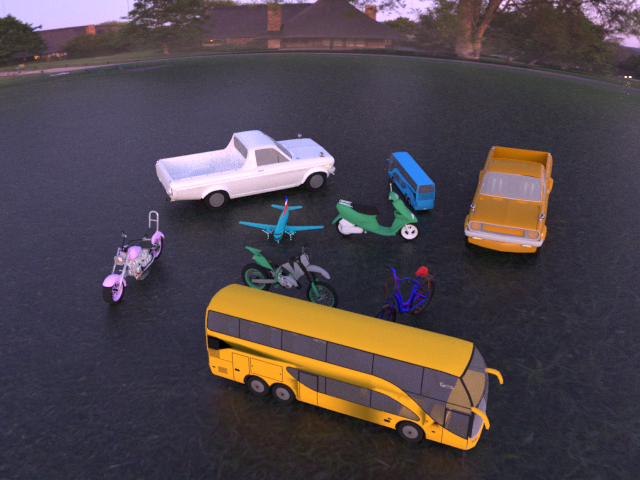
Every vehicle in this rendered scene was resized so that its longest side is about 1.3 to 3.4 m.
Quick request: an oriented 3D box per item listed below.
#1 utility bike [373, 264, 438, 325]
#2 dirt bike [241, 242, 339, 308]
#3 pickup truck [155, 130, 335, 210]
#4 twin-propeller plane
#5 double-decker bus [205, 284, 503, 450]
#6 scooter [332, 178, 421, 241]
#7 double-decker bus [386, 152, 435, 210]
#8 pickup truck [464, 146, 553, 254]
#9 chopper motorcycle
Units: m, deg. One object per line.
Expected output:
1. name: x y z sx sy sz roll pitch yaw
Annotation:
1. utility bike: 1.113 0.732 8.845 0.535 0.946 1.435 25 38 37
2. dirt bike: -0.423 0.472 9.399 1.493 0.857 0.527 14 32 23
3. pickup truck: -1.308 -1.349 12.506 3.117 0.993 1.244 -12 32 -21
4. twin-propeller plane: -0.610 -0.319 11.269 1.370 0.407 1.095 3 29 6
5. double-decker bus: 0.288 1.352 7.633 3.251 1.052 0.756 12 31 20
6. scooter: 0.890 -0.435 10.953 1.399 0.919 0.662 4 30 8
7. double-decker bus: 1.606 -1.086 12.500 0.389 0.541 1.672 -6 30 -11
8. pickup truck: 3.194 -0.835 11.590 1.244 0.993 3.117 9 31 16
9. chopper motorcycle: -2.645 0.232 9.925 0.466 0.761 1.563 8 30 14
